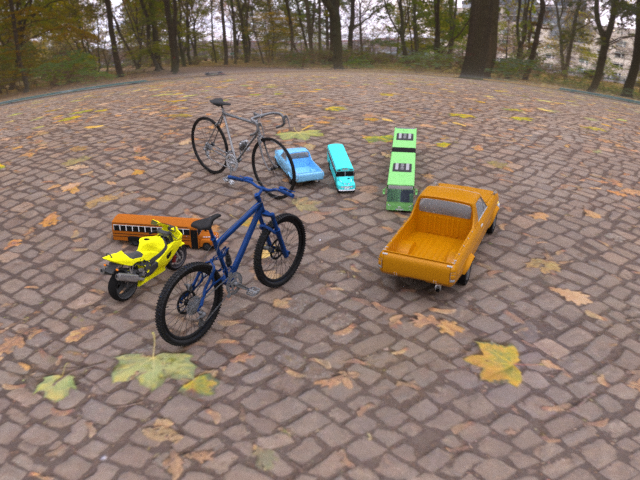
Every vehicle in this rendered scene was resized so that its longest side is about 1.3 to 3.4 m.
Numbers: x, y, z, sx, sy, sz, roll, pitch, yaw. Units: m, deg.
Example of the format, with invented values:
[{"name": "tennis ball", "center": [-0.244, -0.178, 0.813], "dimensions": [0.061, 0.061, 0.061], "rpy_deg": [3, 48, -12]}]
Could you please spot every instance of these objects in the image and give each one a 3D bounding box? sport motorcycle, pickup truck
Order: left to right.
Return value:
[{"name": "sport motorcycle", "center": [-2.461, 0.273, 9.996], "dimensions": [0.506, 0.821, 1.520], "rpy_deg": [16, 31, 29]}, {"name": "pickup truck", "center": [-0.437, -1.533, 13.934], "dimensions": [0.640, 0.511, 1.603], "rpy_deg": [-9, 28, -17]}, {"name": "pickup truck", "center": [1.926, -0.225, 10.795], "dimensions": [1.244, 0.993, 3.117], "rpy_deg": [11, 29, 21]}]

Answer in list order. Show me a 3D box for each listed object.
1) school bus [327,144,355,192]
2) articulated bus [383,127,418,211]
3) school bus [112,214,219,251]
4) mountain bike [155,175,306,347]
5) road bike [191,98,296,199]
[{"name": "school bus", "center": [0.411, -1.422, 13.797], "dimensions": [0.365, 0.434, 1.708], "rpy_deg": [-3, 27, -6]}, {"name": "articulated bus", "center": [1.622, -1.465, 13.742], "dimensions": [0.605, 0.561, 3.401], "rpy_deg": [4, 27, 7]}, {"name": "school bus", "center": [-2.462, -0.137, 11.243], "dimensions": [1.708, 0.434, 0.365], "rpy_deg": [4, 27, 7]}, {"name": "mountain bike", "center": [-1.075, 0.205, 9.167], "dimensions": [1.114, 1.688, 2.857], "rpy_deg": [18, 32, 32]}, {"name": "road bike", "center": [-1.523, -1.808, 13.205], "dimensions": [3.004, 1.656, 0.697], "rpy_deg": [23, 35, 38]}]
